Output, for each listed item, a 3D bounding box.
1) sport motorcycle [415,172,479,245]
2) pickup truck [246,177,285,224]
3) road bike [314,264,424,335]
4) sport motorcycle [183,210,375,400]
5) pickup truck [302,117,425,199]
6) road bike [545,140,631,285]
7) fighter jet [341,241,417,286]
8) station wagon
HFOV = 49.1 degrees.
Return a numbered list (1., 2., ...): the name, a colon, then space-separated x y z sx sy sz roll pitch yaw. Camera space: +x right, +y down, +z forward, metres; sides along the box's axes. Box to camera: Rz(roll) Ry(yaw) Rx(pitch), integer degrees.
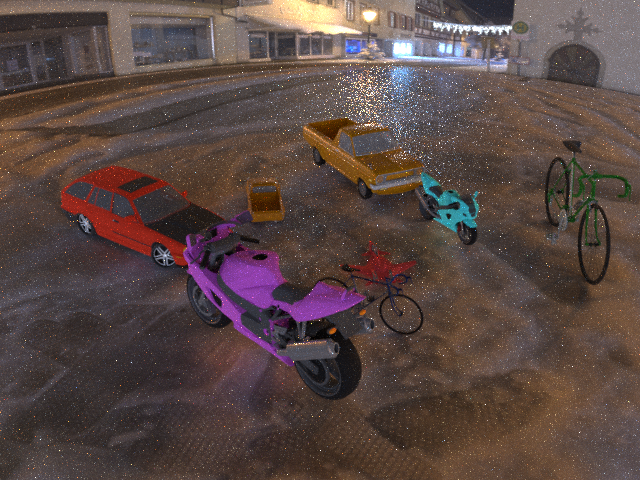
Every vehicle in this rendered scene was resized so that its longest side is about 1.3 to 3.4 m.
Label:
1. sport motorcycle: 2.091 -0.523 11.460 0.506 0.821 1.520 -13 31 -24
2. pickup truck: -0.969 -0.748 12.223 0.640 0.511 1.603 -3 28 -6
3. road bike: 0.603 0.738 9.023 1.545 0.852 0.358 13 30 23
4. sport motorcycle: -0.640 0.737 8.225 2.955 1.596 0.983 23 36 37
5. pickup truck: 0.788 -1.778 13.668 1.244 0.993 3.117 -13 30 -23
6. road bike: 3.910 -0.586 10.681 0.696 1.656 3.004 0 28 1
7. fighter jet: 0.870 0.247 10.567 1.147 0.286 1.358 -3 28 -5
8. station wagon: -2.824 -0.468 11.249 3.105 0.920 1.327 19 33 32
